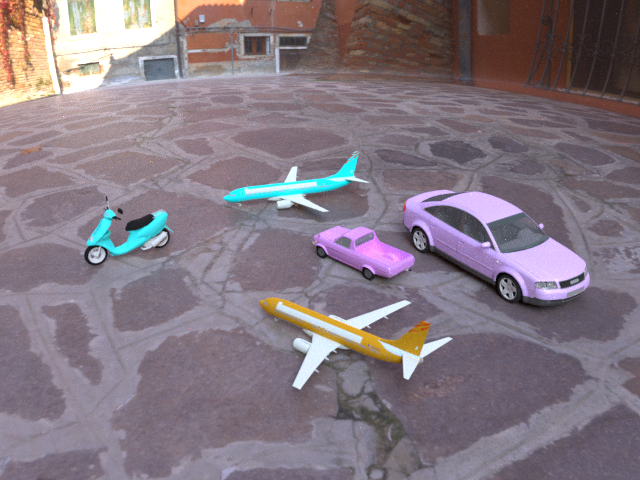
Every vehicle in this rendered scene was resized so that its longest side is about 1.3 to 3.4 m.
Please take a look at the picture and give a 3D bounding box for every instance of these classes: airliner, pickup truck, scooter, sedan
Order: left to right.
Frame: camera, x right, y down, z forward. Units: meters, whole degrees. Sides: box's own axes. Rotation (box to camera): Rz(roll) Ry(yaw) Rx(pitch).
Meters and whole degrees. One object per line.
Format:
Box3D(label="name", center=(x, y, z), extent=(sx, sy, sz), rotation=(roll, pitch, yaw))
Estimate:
Box3D(label="scooter", center=(-2.889, -0.178, 10.525), extent=(1.399, 0.919, 0.662), rotation=(-17, 31, -31))
Box3D(label="airliner", center=(-0.470, -1.083, 12.487), extent=(2.541, 0.835, 2.257), rotation=(-7, 27, -14))
Box3D(label="airliner", center=(0.214, 0.938, 8.321), extent=(2.541, 0.835, 2.257), rotation=(19, 32, 34))
Box3D(label="pickup truck", center=(0.619, 0.130, 10.358), extent=(0.640, 0.511, 1.603), rotation=(-23, 34, -39))
Box3D(label="sedan", center=(2.492, -0.056, 10.250), extent=(1.235, 0.940, 3.137), rotation=(-16, 30, -29))
